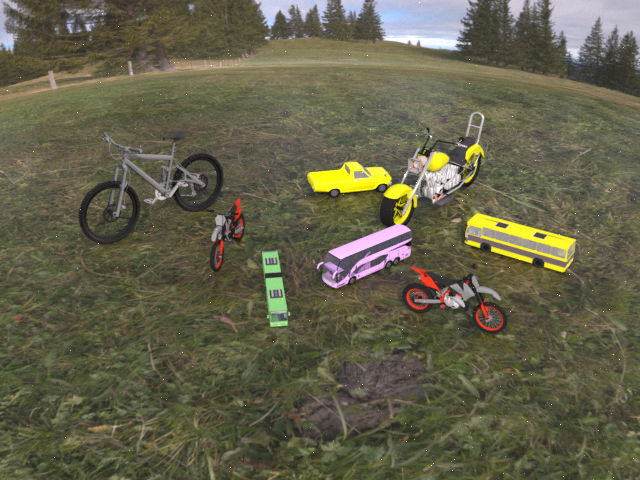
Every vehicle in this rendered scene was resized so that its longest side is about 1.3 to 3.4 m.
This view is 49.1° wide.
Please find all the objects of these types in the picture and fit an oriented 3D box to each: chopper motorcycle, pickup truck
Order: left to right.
[{"bbox_3d":[0.577,-1.209,13.583,1.603,0.511,0.640,-7,29,-12],"label":"pickup truck"},{"bbox_3d":[2.101,-1.295,12.712,0.906,1.480,3.040,22,35,36],"label":"chopper motorcycle"}]

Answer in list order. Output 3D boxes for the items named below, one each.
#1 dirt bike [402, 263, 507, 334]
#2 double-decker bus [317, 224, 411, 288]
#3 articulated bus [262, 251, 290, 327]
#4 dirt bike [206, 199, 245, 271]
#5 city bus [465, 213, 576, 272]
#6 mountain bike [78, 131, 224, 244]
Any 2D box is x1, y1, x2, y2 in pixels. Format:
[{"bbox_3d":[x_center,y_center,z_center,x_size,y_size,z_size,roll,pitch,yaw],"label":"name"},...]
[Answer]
[{"bbox_3d":[1.831,0.758,9.515,1.493,0.857,0.527,14,31,25],"label":"dirt bike"},{"bbox_3d":[0.723,0.250,10.807,1.672,0.541,0.389,-21,34,-34],"label":"double-decker bus"},{"bbox_3d":[-0.675,0.679,10.267,0.311,0.289,1.749,-4,28,-7],"label":"articulated bus"},{"bbox_3d":[-1.477,-0.146,11.215,0.527,0.857,1.493,6,29,11],"label":"dirt bike"},{"bbox_3d":[3.198,0.047,11.275,1.674,0.460,0.476,18,33,31],"label":"city bus"},{"bbox_3d":[-2.834,-1.012,11.958,2.857,1.688,1.114,-25,37,-38],"label":"mountain bike"}]
